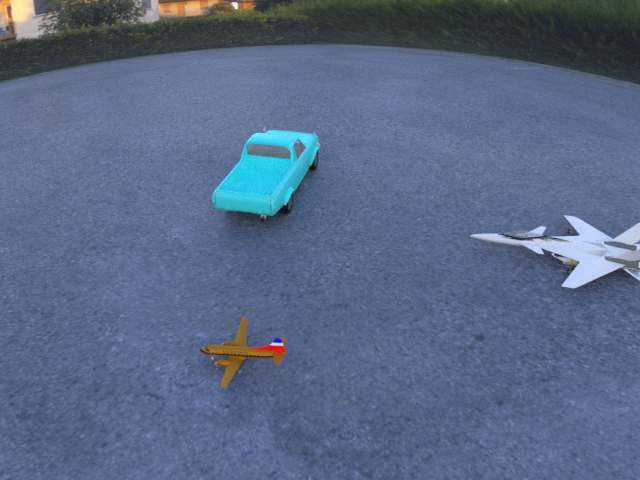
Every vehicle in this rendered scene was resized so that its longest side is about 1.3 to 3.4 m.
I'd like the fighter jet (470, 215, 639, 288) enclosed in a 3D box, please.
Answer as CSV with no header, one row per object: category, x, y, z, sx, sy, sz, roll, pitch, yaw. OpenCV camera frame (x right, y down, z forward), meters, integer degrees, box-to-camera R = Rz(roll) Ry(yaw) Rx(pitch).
fighter jet,3.691,-0.013,10.907,2.640,0.557,2.229,9,32,15

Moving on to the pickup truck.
pickup truck,-0.898,-1.347,12.731,1.244,0.993,3.117,7,31,12

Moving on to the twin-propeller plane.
twin-propeller plane,-0.971,1.358,8.738,1.095,0.407,1.370,3,31,5
